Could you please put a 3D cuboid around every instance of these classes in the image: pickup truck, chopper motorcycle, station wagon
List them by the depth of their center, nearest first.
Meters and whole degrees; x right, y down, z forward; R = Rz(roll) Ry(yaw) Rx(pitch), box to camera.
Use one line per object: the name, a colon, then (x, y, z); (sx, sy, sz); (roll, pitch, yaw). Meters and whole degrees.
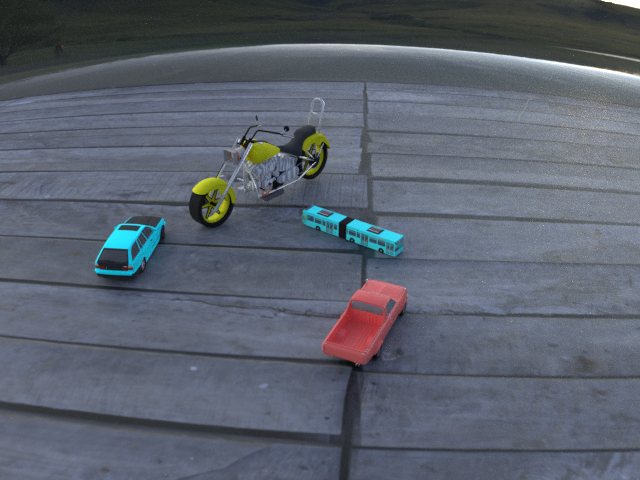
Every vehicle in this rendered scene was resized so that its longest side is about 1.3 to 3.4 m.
pickup truck: (0.592, 0.953, 8.666); (0.640, 0.511, 1.603); (13, 32, 21)
station wagon: (-2.774, 0.006, 10.346); (0.682, 0.473, 1.597); (3, 30, 5)
chopper motorcycle: (-0.940, -1.323, 11.643); (0.906, 1.480, 3.040); (25, 38, 36)

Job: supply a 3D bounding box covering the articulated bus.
articulated bus: (0.495, -0.154, 10.808); (1.749, 0.289, 0.311); (20, 36, 31)
